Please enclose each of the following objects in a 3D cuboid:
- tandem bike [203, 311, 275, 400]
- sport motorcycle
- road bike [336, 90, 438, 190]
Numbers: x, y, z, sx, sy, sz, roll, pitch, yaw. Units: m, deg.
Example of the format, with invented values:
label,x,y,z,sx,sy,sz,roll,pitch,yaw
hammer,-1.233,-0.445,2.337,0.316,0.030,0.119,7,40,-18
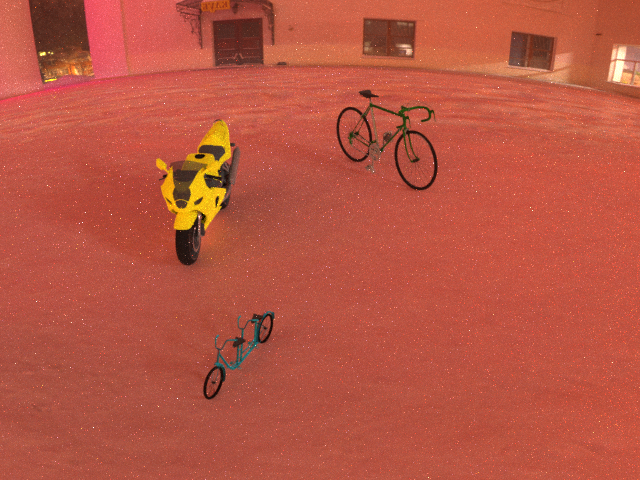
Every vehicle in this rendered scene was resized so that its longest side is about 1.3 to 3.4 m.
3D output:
label,x,y,z,sx,sy,sz,roll,pitch,yaw
tandem bike,-0.957,1.262,8.498,0.283,0.682,1.642,12,30,22
sport motorcycle,-1.916,-0.851,11.539,0.983,1.596,2.955,3,28,5
road bike,1.255,-2.066,13.792,0.697,1.656,3.004,-19,33,-32
